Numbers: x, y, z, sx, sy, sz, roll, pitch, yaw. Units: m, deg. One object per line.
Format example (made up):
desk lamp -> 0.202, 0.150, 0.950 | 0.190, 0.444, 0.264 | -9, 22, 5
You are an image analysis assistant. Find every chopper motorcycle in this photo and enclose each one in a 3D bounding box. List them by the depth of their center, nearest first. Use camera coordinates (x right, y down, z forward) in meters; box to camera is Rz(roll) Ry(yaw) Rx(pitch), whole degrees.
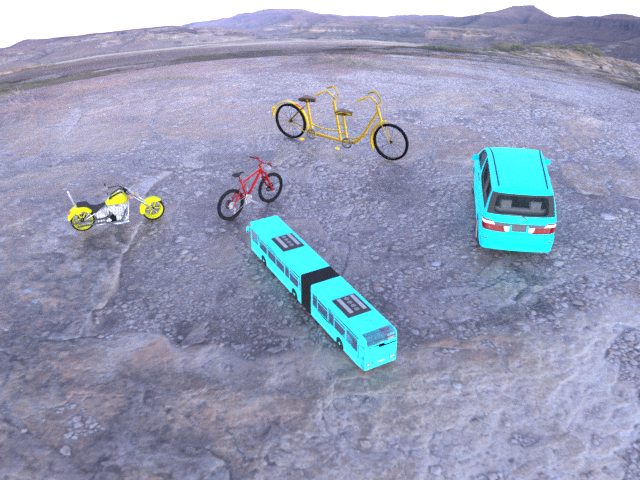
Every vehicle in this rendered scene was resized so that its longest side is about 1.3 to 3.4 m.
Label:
chopper motorcycle -> -3.389, -0.584, 11.615 | 1.563, 0.761, 0.466 | -12, 33, -20

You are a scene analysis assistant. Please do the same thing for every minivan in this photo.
minivan -> 3.206, -0.898, 11.719 | 1.324, 1.197, 3.011 | 5, 31, 8

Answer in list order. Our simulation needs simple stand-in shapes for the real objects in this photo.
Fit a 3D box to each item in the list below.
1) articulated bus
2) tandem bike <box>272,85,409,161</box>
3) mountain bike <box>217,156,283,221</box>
articulated bus -> -0.078, 0.610, 9.791 | 0.605, 0.561, 3.401 | -16, 34, -25
tandem bike -> 0.359, -2.483, 14.274 | 3.192, 1.326, 0.550 | 17, 34, 26
mountain bike -> -1.189, -0.892, 12.031 | 0.573, 0.868, 1.469 | 26, 39, 37
